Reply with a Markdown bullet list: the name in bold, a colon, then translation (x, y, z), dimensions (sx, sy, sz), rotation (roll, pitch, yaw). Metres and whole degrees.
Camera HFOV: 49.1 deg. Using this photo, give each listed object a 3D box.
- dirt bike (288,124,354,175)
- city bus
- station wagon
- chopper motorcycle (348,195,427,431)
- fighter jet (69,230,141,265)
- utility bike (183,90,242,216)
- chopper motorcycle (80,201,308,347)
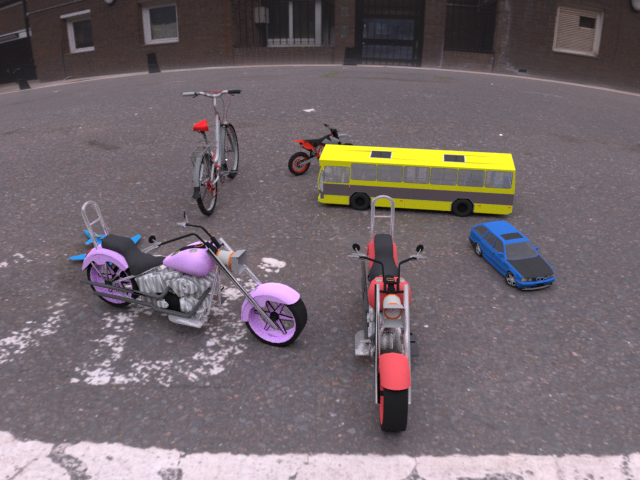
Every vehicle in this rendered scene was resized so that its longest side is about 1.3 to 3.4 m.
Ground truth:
- **dirt bike**: translation (0.061, -1.739, 13.452), dimensions (1.493, 0.857, 0.527), rotation (-13, 30, -24)
- **city bus**: translation (1.626, -1.013, 11.993), dimensions (3.255, 0.894, 0.926), rotation (4, 27, 8)
- **station wagon**: translation (2.772, 0.166, 10.152), dimensions (0.682, 0.473, 1.597), rotation (-8, 28, -15)
- **chopper motorcycle**: translation (0.763, 0.711, 7.982), dimensions (0.906, 1.480, 3.040), rotation (1, 27, 1)
- **fighter jet**: translation (-3.318, 0.001, 10.679), dimensions (1.147, 0.286, 1.358), rotation (-22, 34, -36)
- **utility bike**: translation (-1.905, -1.633, 12.169), dimensions (1.039, 1.839, 2.791), rotation (3, 27, 6)
- **chopper motorcycle**: translation (-1.615, 0.400, 8.591), dimensions (3.040, 1.480, 0.906), rotation (10, 29, 18)
